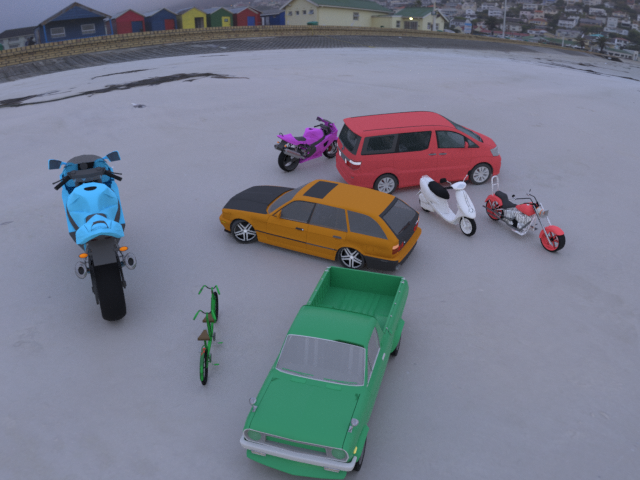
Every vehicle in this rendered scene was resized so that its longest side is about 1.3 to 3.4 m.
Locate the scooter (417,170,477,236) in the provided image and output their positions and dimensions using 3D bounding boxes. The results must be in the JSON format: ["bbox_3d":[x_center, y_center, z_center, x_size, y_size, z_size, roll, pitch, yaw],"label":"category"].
[{"bbox_3d":[2.048,-0.696,11.283,0.662,0.919,1.399,-17,34,-28],"label":"scooter"}]

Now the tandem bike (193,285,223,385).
[{"bbox_3d":[-1.337,1.046,8.420,0.283,0.682,1.642,-1,29,-1],"label":"tandem bike"}]

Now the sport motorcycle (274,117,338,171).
[{"bbox_3d":[-0.199,-1.829,13.403,1.520,0.821,0.506,-21,36,-33],"label":"sport motorcycle"}]

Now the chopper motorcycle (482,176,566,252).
[{"bbox_3d":[3.196,-0.417,10.947,0.466,0.761,1.563,-18,34,-29],"label":"chopper motorcycle"}]

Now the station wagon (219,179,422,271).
[{"bbox_3d":[-0.048,-0.382,10.722,3.105,0.920,1.327,13,32,22],"label":"station wagon"}]

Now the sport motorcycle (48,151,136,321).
[{"bbox_3d":[-3.055,-0.150,9.619,0.983,1.596,2.955,-11,31,-18],"label":"sport motorcycle"}]

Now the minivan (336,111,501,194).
[{"bbox_3d":[1.828,-1.662,12.720,3.011,1.197,1.324,-8,30,-13],"label":"minivan"}]

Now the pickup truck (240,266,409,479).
[{"bbox_3d":[0.180,1.221,7.790,1.244,0.993,3.117,8,30,14],"label":"pickup truck"}]
